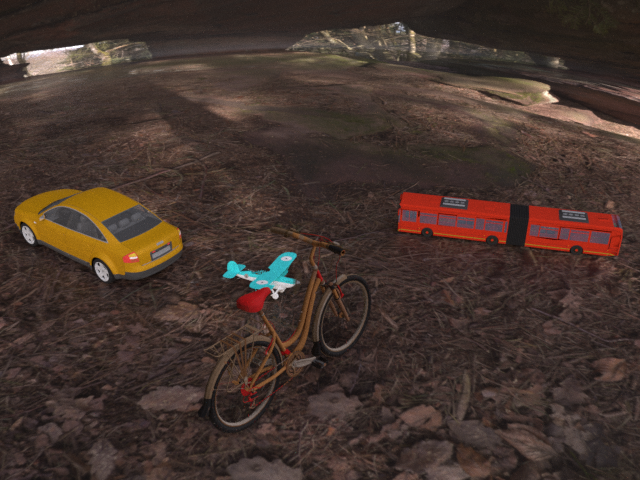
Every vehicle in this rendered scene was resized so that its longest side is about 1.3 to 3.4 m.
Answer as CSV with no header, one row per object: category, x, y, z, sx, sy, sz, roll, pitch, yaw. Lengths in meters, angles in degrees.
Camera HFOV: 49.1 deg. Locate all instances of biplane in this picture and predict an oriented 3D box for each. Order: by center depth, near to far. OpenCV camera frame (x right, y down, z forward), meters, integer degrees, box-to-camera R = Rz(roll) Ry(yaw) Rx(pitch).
biplane,-0.781,0.505,9.723,1.090,0.504,1.336,9,31,16

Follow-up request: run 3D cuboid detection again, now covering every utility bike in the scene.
utility bike,-0.365,0.864,7.734,1.039,1.839,2.791,23,37,35

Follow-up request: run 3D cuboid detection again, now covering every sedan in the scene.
sedan,-3.456,-0.268,10.648,3.137,0.940,1.235,20,35,31

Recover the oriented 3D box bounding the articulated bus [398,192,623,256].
articulated bus,2.907,-0.260,11.019,3.401,0.561,0.605,7,30,12
